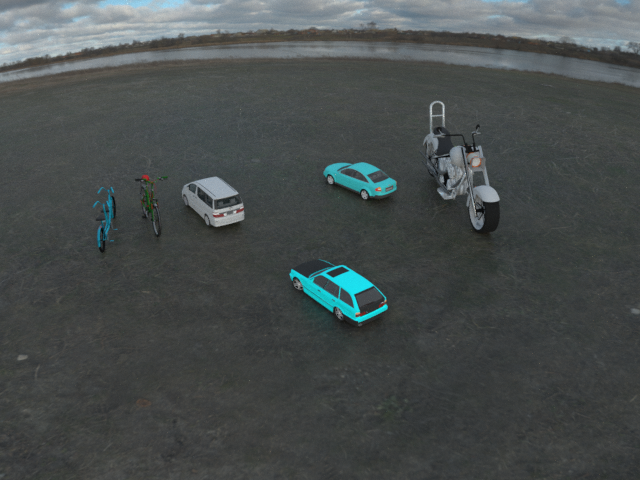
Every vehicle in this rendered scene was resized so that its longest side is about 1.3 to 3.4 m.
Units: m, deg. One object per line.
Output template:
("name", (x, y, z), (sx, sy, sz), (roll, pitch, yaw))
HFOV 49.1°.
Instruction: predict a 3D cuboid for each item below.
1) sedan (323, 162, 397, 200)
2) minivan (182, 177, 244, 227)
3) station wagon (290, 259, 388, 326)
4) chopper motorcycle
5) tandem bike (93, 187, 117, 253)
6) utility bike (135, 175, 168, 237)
("sedan", (0.731, -1.196, 13.180), (0.635, 0.483, 1.613), (-23, 36, -36))
("minivan", (-1.899, -0.751, 12.212), (0.681, 0.616, 1.548), (-16, 32, -28))
("station wagon", (0.223, 0.629, 9.791), (0.682, 0.473, 1.597), (-20, 34, -33))
("chopper motorcycle", (2.478, -1.348, 12.411), (0.906, 1.480, 3.040), (-5, 29, -10))
("tandem bike", (-3.511, -0.395, 11.479), (0.283, 0.682, 1.642), (-3, 28, -6))
("utility bike", (-2.822, -0.696, 11.760), (0.535, 0.946, 1.435), (-12, 31, -22))
